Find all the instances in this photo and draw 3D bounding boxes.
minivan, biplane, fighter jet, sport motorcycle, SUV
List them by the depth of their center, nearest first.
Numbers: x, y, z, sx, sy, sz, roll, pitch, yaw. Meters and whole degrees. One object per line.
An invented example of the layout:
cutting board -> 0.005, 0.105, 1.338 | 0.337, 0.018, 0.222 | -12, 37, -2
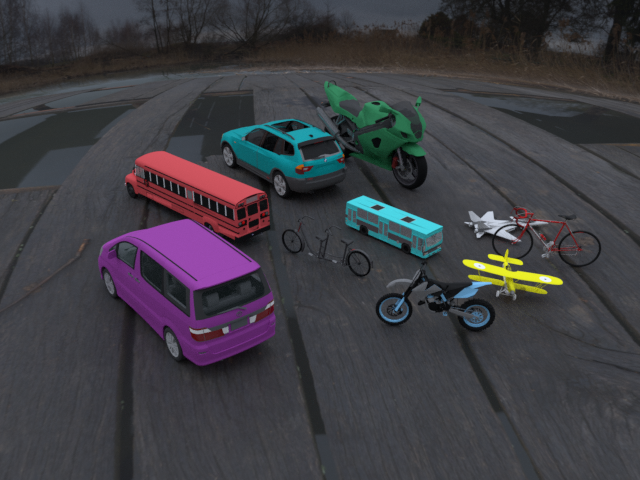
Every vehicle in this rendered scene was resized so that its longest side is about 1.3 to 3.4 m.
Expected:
minivan -> -1.824, 0.433, 8.954 | 1.324, 1.197, 3.011 | -19, 33, -34
biplane -> 2.610, 0.486, 9.619 | 1.336, 0.504, 1.090 | 4, 27, 7
fighter jet -> 3.109, -0.303, 11.432 | 1.358, 0.286, 1.147 | -5, 27, -9
SUV -> -0.761, -1.751, 13.375 | 1.276, 1.128, 3.058 | -18, 32, -32
sport motorcycle -> 1.010, -2.067, 13.482 | 0.983, 1.596, 2.955 | -19, 32, -32

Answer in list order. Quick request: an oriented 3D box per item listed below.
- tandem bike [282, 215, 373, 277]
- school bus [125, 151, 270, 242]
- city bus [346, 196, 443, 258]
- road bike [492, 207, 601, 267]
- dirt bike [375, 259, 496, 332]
tandem bike -> 0.082, 0.061, 10.268 | 1.642, 0.682, 0.283 | 18, 32, 31
school bus -> -2.199, -0.813, 11.825 | 3.322, 0.844, 0.709 | 24, 35, 39
city bus -> 1.140, -0.207, 11.047 | 0.476, 0.460, 1.674 | -23, 35, -38
road bike -> 3.327, -0.033, 10.266 | 1.545, 0.852, 0.358 | 6, 27, 12
dirt bike -> 1.445, 0.741, 8.721 | 1.493, 0.857, 0.527 | 3, 27, 6
